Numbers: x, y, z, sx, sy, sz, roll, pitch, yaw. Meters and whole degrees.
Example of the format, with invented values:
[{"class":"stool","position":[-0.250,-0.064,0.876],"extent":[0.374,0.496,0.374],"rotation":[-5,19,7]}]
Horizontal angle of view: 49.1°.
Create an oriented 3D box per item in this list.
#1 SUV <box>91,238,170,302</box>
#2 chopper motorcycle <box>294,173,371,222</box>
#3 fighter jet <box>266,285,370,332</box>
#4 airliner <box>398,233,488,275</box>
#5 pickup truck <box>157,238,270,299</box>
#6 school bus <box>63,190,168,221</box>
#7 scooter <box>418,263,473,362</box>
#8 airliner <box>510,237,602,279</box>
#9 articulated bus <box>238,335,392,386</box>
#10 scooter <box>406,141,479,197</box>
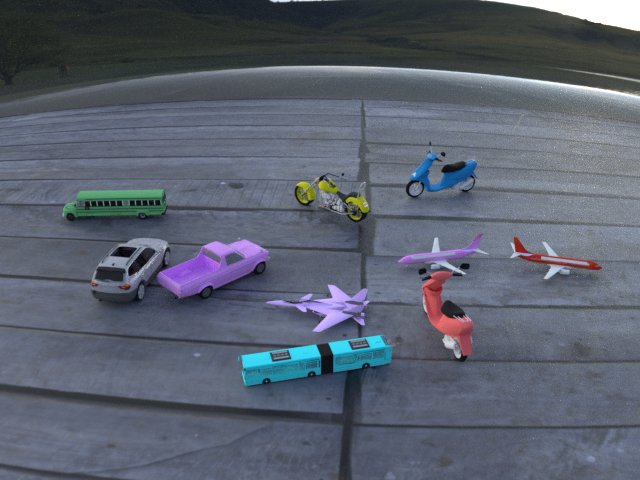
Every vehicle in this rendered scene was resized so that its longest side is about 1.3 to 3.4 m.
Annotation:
[{"class":"SUV","position":[-2.632,0.323,9.806],"extent":[0.656,0.580,1.572],"rotation":[5,27,9]},{"class":"chopper motorcycle","position":[0.179,-0.796,11.799],"extent":[1.563,0.761,0.466],"rotation":[22,34,36]},{"class":"fighter jet","position":[-0.050,0.809,9.176],"extent":[1.358,0.286,1.147],"rotation":[5,27,9]},{"class":"airliner","position":[1.783,0.153,10.305],"extent":[1.307,0.429,1.161],"rotation":[-5,28,-10]},{"class":"pickup truck","position":[-1.467,0.352,9.825],"extent":[1.603,0.511,0.640],"rotation":[-24,36,-39]},{"class":"school bus","position":[-3.457,-0.597,11.768],"extent":[1.708,0.434,0.365],"rotation":[-1,27,-2]},{"class":"scooter","position":[1.536,0.794,8.511],"extent":[0.662,0.919,1.399],"rotation":[-6,28,-12]},{"class":"airliner","position":[3.435,0.220,10.174],"extent":[1.307,0.429,1.161],"rotation":[7,28,13]},{"class":"articulated bus","position":[-0.044,1.379,8.058],"extent":[1.749,0.289,0.311],"rotation":[-6,28,-12]},{"class":"scooter","position":[2.205,-1.243,12.501],"extent":[1.399,0.919,0.662],"rotation":[-7,28,-14]}]
